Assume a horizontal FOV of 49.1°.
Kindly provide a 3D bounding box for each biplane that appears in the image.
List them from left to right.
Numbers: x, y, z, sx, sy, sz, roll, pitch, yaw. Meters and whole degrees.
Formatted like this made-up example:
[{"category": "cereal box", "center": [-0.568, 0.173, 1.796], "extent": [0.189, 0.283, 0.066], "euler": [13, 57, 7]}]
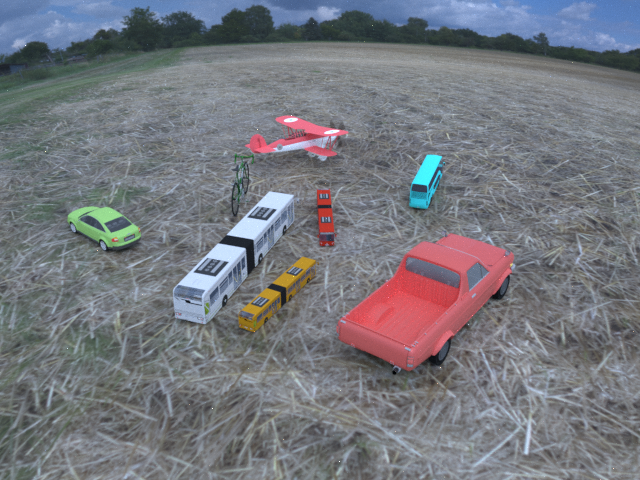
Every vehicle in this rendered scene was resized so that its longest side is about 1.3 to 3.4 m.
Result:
[{"category": "biplane", "center": [-0.487, -2.045, 14.434], "extent": [2.120, 0.981, 2.598], "euler": [-16, 32, -26]}]

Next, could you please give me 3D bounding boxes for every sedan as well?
[{"category": "sedan", "center": [-3.646, -0.279, 11.727], "extent": [1.613, 0.483, 0.635], "euler": [23, 36, 36]}]

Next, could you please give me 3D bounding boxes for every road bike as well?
[{"category": "road bike", "center": [-1.452, -1.059, 12.767], "extent": [0.358, 0.852, 1.545], "euler": [3, 29, 5]}]

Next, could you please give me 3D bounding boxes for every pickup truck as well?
[{"category": "pickup truck", "center": [1.534, 0.673, 9.456], "extent": [1.244, 0.993, 3.117], "euler": [20, 34, 32]}]

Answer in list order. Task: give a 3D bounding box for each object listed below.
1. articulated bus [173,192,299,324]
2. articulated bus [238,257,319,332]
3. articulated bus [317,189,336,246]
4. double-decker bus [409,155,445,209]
[{"category": "articulated bus", "center": [-1.206, 0.157, 10.847], "extent": [0.605, 0.561, 3.401], "euler": [10, 30, 17]}, {"category": "articulated bus", "center": [-0.572, 0.749, 10.051], "extent": [0.311, 0.289, 1.749], "euler": [15, 32, 25]}, {"category": "articulated bus", "center": [0.087, -0.421, 12.187], "extent": [0.311, 0.289, 1.749], "euler": [-1, 29, -2]}, {"category": "double-decker bus", "center": [2.029, -1.132, 13.225], "extent": [0.389, 0.541, 1.672], "euler": [9, 30, 16]}]
